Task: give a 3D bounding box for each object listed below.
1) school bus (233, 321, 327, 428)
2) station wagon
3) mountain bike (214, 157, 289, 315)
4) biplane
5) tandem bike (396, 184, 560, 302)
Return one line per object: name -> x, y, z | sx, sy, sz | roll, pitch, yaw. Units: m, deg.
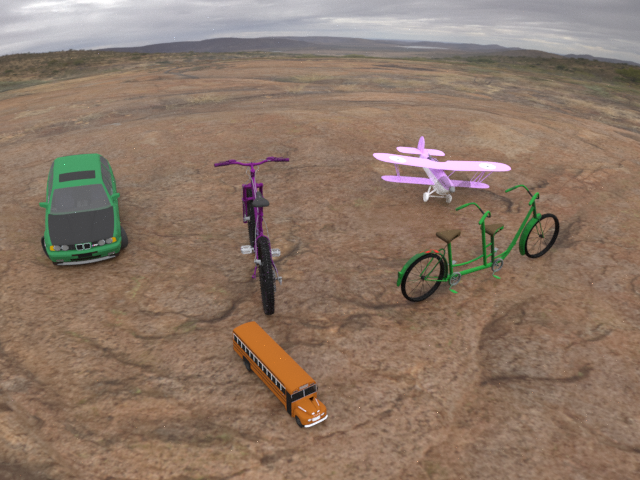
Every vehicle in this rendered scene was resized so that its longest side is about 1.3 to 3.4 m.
school bus -> -0.500, 1.587, 8.390 | 0.365, 0.434, 1.708 | -18, 34, -29
station wagon -> -4.057, -0.651, 11.910 | 1.327, 0.920, 3.105 | -9, 30, -15
mountain bike -> -0.910, -0.192, 10.297 | 1.114, 1.688, 2.857 | -5, 30, -9
biplane -> 2.168, -1.317, 13.043 | 2.598, 0.981, 2.120 | -5, 29, -9
tandem bike -> 2.433, 0.007, 10.311 | 3.192, 1.326, 0.550 | -16, 33, -27
